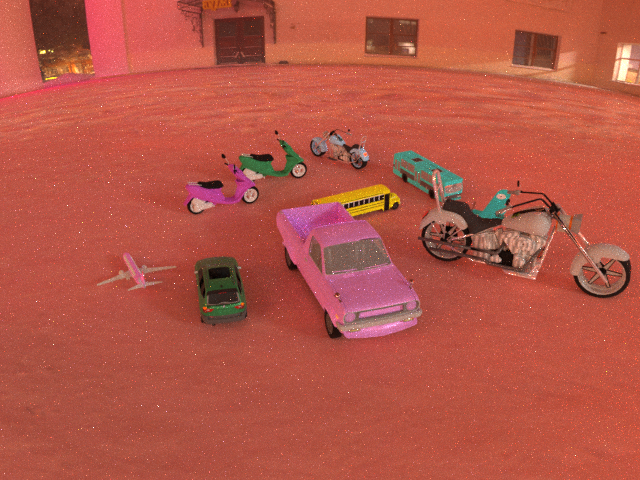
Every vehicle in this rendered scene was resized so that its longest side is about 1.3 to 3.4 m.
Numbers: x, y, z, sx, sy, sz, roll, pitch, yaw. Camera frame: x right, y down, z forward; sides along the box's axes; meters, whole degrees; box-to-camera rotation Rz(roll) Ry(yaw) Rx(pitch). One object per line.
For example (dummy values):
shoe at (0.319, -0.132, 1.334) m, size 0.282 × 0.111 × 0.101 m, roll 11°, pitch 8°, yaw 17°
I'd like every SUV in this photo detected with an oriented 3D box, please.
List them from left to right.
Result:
SUV at (-1.393, 0.602, 9.714) m, size 0.656 × 0.580 × 1.572 m, roll -6°, pitch 28°, yaw -11°

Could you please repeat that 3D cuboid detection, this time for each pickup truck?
pickup truck at (0.304, 0.236, 9.966) m, size 1.244 × 0.993 × 3.117 m, roll -9°, pitch 29°, yaw -16°

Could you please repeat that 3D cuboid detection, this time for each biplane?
biplane at (2.970, -0.341, 11.592) m, size 1.090 × 0.504 × 1.336 m, roll 18°, pitch 33°, yaw 30°

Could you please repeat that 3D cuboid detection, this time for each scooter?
scooter at (-1.740, -0.968, 12.339) m, size 1.399 × 0.919 × 0.662 m, roll -13°, pitch 30°, yaw -23°
scooter at (-0.929, -1.565, 13.477) m, size 1.399 × 0.919 × 0.662 m, roll -7°, pitch 29°, yaw -14°

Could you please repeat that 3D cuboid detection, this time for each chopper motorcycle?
chopper motorcycle at (0.381, -1.939, 14.359) m, size 0.466 × 0.761 × 1.563 m, roll -25°, pitch 37°, yaw -39°
chopper motorcycle at (2.922, -0.104, 10.091) m, size 3.040 × 1.480 × 0.906 m, roll 12°, pitch 30°, yaw 21°

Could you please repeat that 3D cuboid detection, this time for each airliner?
airliner at (-2.737, 0.375, 10.308) m, size 1.161 × 0.429 × 1.307 m, roll -13°, pitch 31°, yaw -24°

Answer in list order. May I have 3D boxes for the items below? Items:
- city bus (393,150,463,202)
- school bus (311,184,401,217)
city bus at (2.017, -1.202, 13.278) m, size 0.476 × 0.460 × 1.674 m, roll -14°, pitch 31°, yaw -24°
school bus at (0.656, -0.636, 12.228) m, size 1.708 × 0.434 × 0.365 m, roll -15°, pitch 31°, yaw -26°
